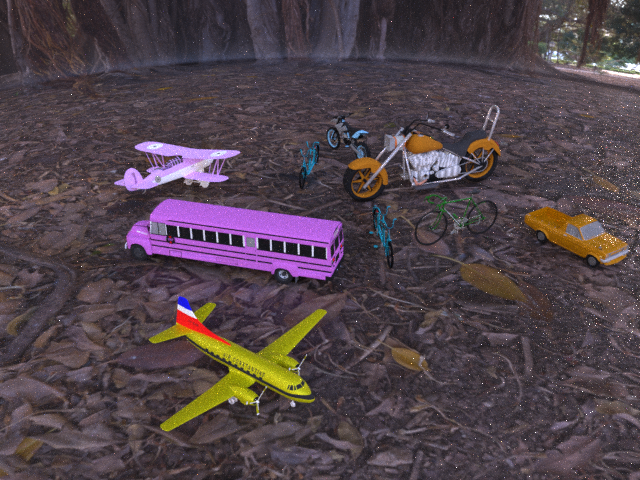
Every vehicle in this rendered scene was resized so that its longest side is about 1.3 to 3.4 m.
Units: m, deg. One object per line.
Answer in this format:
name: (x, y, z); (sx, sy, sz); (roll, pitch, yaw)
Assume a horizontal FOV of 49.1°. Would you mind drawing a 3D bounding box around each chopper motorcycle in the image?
chopper motorcycle: (1.872, -1.555, 12.514); (3.040, 1.480, 0.906); (-9, 30, -17)

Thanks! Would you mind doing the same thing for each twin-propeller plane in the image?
twin-propeller plane: (-0.907, 1.278, 7.967); (2.129, 0.792, 2.663); (20, 34, 32)

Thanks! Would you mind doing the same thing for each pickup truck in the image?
pickup truck: (3.960, -0.124, 10.873); (0.640, 0.511, 1.603); (-18, 33, -29)

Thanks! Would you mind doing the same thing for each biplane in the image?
biplane: (-2.629, -1.262, 12.495); (2.598, 0.981, 2.120); (20, 34, 33)

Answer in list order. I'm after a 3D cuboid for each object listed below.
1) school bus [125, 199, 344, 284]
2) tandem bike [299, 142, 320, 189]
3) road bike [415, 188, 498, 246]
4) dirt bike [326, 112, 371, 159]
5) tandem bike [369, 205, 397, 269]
school bus: (-1.325, -0.016, 10.319); (3.322, 0.844, 0.709); (8, 29, 15)
tandem bike: (-0.192, -1.543, 13.335); (0.283, 0.682, 1.642); (6, 29, 11)
road bike: (2.166, -0.385, 11.000); (1.545, 0.852, 0.358); (-12, 30, -21)
dirt bike: (0.558, -2.088, 14.164); (0.527, 0.857, 1.493); (-18, 33, -29)
tandem bike: (0.973, -0.186, 10.809); (0.283, 0.682, 1.642); (-3, 28, -5)
